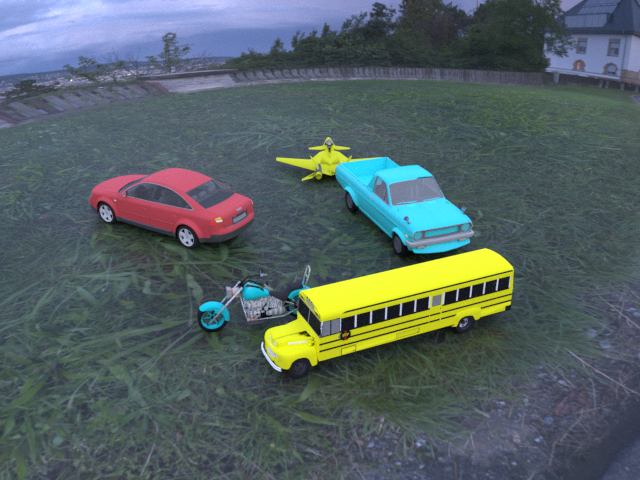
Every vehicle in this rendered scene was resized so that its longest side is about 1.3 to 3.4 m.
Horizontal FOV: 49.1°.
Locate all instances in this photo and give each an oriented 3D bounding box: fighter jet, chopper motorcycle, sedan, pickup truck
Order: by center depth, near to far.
[{"bbox_3d":[-0.818,0.758,9.088,1.563,0.761,0.466,-7,27,-13],"label":"chopper motorcycle"},{"bbox_3d":[-2.576,-0.698,11.842,3.137,0.940,1.235,15,30,27],"label":"sedan"},{"bbox_3d":[1.334,-0.746,11.879,1.244,0.993,3.117,-10,28,-19],"label":"pickup truck"},{"bbox_3d":[0.202,-1.905,14.727,2.229,0.557,2.640,0,26,0],"label":"fighter jet"}]

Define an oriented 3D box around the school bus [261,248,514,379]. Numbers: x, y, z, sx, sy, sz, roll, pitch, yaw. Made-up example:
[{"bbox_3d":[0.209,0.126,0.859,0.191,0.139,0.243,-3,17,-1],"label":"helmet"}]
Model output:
[{"bbox_3d":[0.880,0.864,8.778,3.322,0.844,0.709,-11,28,-22],"label":"school bus"}]
